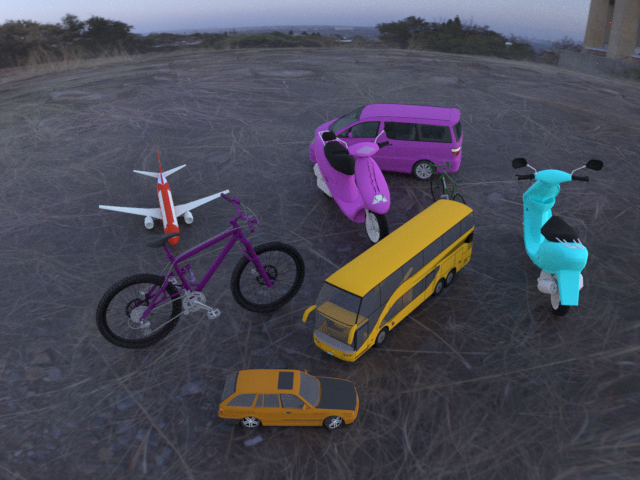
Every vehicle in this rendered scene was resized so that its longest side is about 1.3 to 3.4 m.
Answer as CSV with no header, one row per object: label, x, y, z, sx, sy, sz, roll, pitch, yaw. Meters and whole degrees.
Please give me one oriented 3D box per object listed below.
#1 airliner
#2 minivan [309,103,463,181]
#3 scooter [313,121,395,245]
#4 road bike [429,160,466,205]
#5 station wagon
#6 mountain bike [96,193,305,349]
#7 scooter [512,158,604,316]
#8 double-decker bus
airliner,-2.650,-0.752,12.020,2.257,0.835,2.541,-8,31,-14
minivan,1.291,-2.023,13.837,3.011,1.197,1.324,6,31,11
scooter,0.506,-1.171,11.795,1.288,1.786,2.721,-12,32,-20
road bike,2.228,-0.827,12.132,0.358,0.852,1.545,-7,31,-12
station wagon,-0.351,1.787,8.031,1.597,0.473,0.682,0,30,1
mountain bike,-1.497,0.460,9.099,2.857,1.688,1.114,-14,33,-22
scooter,3.382,-0.228,10.180,1.288,1.786,2.721,2,30,3
double-decker bus,1.081,0.497,9.666,0.756,1.052,3.251,22,37,33
